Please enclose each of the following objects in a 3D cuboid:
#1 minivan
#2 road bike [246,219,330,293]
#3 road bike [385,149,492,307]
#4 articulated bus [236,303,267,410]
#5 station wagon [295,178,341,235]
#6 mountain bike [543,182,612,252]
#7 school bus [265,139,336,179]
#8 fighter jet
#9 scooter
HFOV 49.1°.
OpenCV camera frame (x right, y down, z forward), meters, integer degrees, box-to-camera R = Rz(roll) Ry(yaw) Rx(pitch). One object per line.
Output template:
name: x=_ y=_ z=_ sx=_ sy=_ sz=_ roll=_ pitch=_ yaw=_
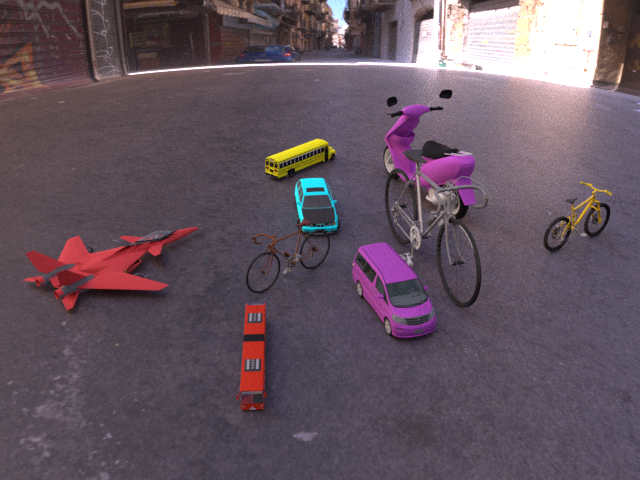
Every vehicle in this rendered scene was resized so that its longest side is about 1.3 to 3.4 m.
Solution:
minivan: x=0.939 y=0.624 z=8.996 sx=0.681 sy=0.616 sz=1.548 roll=-9 pitch=29 yaw=-17
road bike: x=-0.415 y=0.175 z=9.612 sx=1.545 sy=0.852 sz=0.358 roll=-24 pitch=35 yaw=-38
road bike: x=1.498 y=-0.327 z=9.708 sx=0.696 sy=1.656 sz=3.004 roll=-8 pitch=28 yaw=-16
articulated bus: x=-0.758 y=1.291 z=8.057 sx=0.311 sy=0.289 sz=1.749 roll=-1 pitch=27 yaw=-3
station wagon: x=-0.073 y=-0.602 z=11.538 sx=0.682 sy=0.473 sz=1.597 roll=-3 pitch=27 yaw=-5
mountain bike: x=3.929 y=-0.336 z=10.589 sx=1.469 sy=0.868 sz=0.573 roll=-16 pitch=31 yaw=-29
school bus: x=-0.334 y=-1.589 z=13.499 sx=0.365 sy=0.434 sz=1.708 roll=22 pitch=34 yaw=36
fighter jet: x=-2.784 y=0.108 z=10.064 sx=2.229 sy=0.557 sz=2.640 roll=22 pitch=34 yaw=36
scooter: x=1.814 y=-1.544 z=11.934 sx=1.288 sy=1.786 sz=2.721 roll=-12 pitch=30 yaw=-22
